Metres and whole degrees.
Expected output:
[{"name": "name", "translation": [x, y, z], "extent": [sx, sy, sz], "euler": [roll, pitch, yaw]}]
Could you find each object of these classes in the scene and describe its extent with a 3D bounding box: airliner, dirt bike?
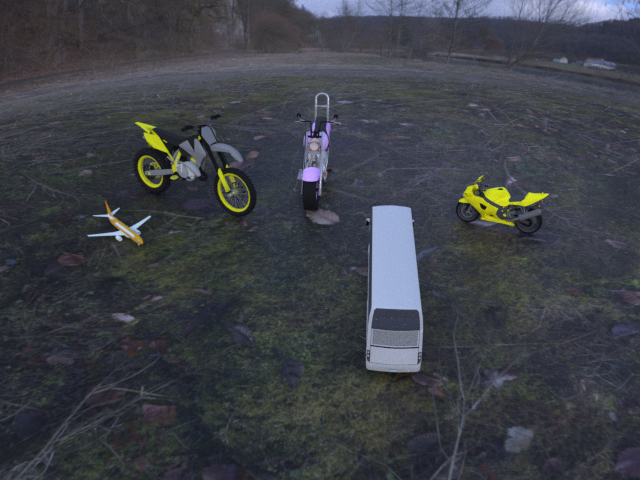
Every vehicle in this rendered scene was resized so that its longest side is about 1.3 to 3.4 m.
[{"name": "airliner", "translation": [-3.329, -0.278, 11.847], "extent": [1.161, 0.429, 1.307], "euler": [-22, 34, -36]}, {"name": "dirt bike", "translation": [-2.345, -1.418, 12.709], "extent": [2.903, 1.666, 1.024], "euler": [16, 31, 28]}]

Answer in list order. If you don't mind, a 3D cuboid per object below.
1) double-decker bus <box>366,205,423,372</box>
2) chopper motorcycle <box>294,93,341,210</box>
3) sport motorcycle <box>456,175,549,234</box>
[{"name": "double-decker bus", "translation": [0.989, 0.511, 9.641], "extent": [0.756, 1.052, 3.251], "euler": [2, 27, 4]}, {"name": "chopper motorcycle", "translation": [-0.068, -1.765, 13.584], "extent": [0.906, 1.480, 3.040], "euler": [2, 27, 4]}, {"name": "sport motorcycle", "translation": [3.097, -0.587, 12.020], "extent": [1.520, 0.821, 0.506], "euler": [12, 30, 22]}]
